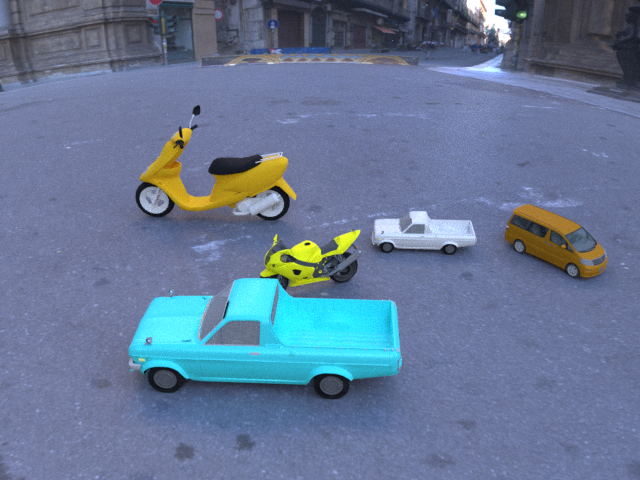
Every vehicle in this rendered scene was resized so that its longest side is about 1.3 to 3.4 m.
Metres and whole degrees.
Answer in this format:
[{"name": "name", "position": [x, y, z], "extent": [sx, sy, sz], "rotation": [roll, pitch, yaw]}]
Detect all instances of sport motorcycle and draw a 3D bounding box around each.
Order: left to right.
[{"name": "sport motorcycle", "position": [-0.140, 0.317, 9.709], "extent": [1.520, 0.821, 0.506], "rotation": [-11, 30, -20]}]

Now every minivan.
[{"name": "minivan", "position": [3.558, 0.001, 10.527], "extent": [0.681, 0.616, 1.548], "rotation": [-20, 34, -34]}]

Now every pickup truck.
[{"name": "pickup truck", "position": [-0.608, 1.055, 8.129], "extent": [3.117, 0.993, 1.244], "rotation": [1, 28, 3]}, {"name": "pickup truck", "position": [1.612, -0.143, 10.913], "extent": [1.603, 0.511, 0.640], "rotation": [2, 28, 3]}]

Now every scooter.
[{"name": "scooter", "position": [-1.755, -1.163, 11.478], "extent": [2.721, 1.786, 1.288], "rotation": [2, 28, 3]}]
